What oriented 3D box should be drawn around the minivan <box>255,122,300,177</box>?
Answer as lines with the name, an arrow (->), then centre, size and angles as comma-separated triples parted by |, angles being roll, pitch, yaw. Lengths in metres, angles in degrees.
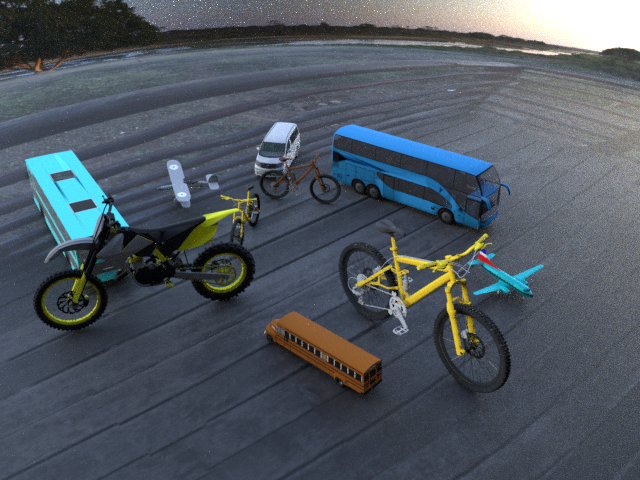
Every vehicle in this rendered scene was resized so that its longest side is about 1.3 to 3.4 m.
minivan -> -0.823, -1.766, 13.691 | 0.681, 0.616, 1.548 | 6, 31, 10

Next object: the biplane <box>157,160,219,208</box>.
biplane -> -2.333, -0.950, 12.397 | 1.090, 0.504, 1.336 | -9, 31, -16

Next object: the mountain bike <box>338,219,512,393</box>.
mountain bike -> 1.172, 0.638, 8.482 | 1.114, 1.688, 2.857 | -22, 37, -33

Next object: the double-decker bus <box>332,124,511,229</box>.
double-decker bus -> 1.640, -1.117, 12.139 | 3.251, 1.052, 0.756 | 22, 37, 33

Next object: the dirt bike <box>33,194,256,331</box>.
dirt bike -> -2.258, 0.289, 9.105 | 2.903, 1.666, 1.024 | -11, 32, -18

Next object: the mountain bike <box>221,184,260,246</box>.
mountain bike -> -1.186, -0.405, 11.096 | 0.573, 0.868, 1.469 | 6, 31, 10

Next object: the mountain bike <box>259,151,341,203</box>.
mountain bike -> -0.358, -1.071, 12.242 | 1.469, 0.868, 0.573 | 6, 31, 10

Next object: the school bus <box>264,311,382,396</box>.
school bus -> -0.009, 1.320, 8.557 | 1.708, 0.434, 0.365 | 25, 38, 36

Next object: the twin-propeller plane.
twin-propeller plane -> 2.641, 0.493, 10.008 | 1.370, 0.407, 1.095 | -18, 35, -28

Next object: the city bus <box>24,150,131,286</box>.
city bus -> -3.829, -0.393, 11.048 | 0.926, 0.894, 3.255 | -17, 34, -26
